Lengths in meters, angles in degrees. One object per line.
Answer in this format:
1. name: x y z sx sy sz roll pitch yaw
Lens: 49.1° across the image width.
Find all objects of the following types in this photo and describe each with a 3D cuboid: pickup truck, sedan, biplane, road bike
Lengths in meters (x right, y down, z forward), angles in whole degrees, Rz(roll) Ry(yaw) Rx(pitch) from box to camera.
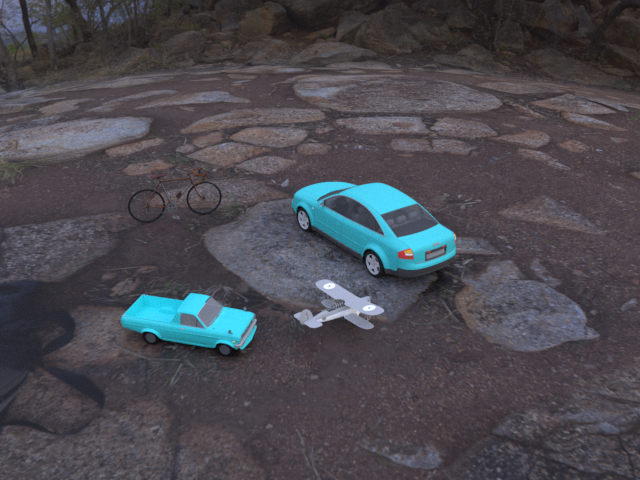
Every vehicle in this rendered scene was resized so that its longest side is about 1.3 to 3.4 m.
1. pickup truck: -1.596 0.960 8.542 1.603 0.511 0.640 7 28 13
2. sedan: 0.717 -0.367 10.700 1.235 0.940 3.137 -17 32 -31
3. biplane: 0.211 0.871 8.727 1.090 0.504 1.336 -16 31 -28
4. road bike: -2.390 -0.743 11.544 1.545 0.852 0.358 -9 28 -18
